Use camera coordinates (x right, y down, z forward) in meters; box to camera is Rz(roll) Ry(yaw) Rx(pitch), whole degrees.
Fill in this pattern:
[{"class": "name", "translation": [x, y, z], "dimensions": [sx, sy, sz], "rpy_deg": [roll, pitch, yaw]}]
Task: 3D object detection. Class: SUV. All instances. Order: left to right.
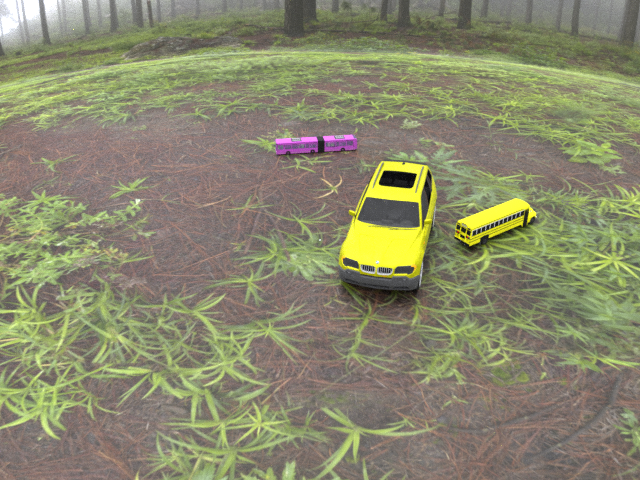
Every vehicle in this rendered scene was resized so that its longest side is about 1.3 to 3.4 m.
[{"class": "SUV", "translation": [1.147, -0.330, 11.084], "dimensions": [1.276, 1.128, 3.058], "rpy_deg": [7, 31, 12]}]

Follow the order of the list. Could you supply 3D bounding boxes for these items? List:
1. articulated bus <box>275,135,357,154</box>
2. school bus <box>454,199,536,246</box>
[{"class": "articulated bus", "translation": [-0.091, -2.028, 14.879], "dimensions": [1.749, 0.289, 0.311], "rpy_deg": [-4, 30, -8]}, {"class": "school bus", "translation": [2.995, -0.321, 11.764], "dimensions": [1.708, 0.434, 0.365], "rpy_deg": [-20, 35, -30]}]
